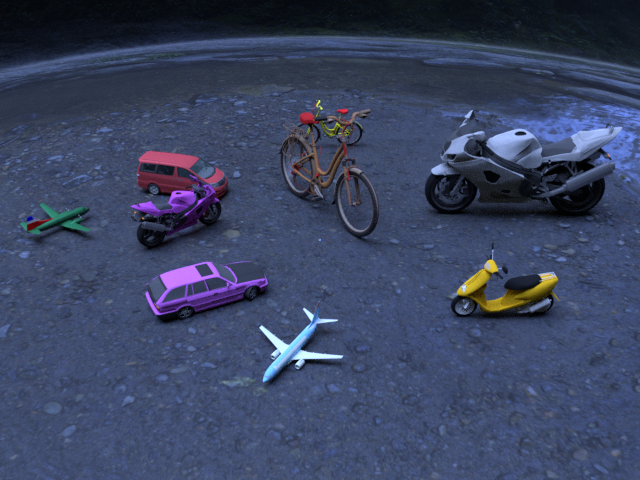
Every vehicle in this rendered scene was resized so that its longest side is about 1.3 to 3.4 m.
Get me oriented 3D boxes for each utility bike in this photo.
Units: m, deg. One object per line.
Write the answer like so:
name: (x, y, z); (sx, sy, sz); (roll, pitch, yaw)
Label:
utility bike: (0.186, -2.241, 13.657); (1.435, 0.946, 0.535); (-3, 31, -5)
utility bike: (0.149, -1.291, 11.178); (1.039, 1.839, 2.791); (-19, 36, -29)

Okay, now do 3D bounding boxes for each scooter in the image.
scooter: (2.391, 0.577, 8.930); (1.399, 0.919, 0.662); (-2, 31, -3)

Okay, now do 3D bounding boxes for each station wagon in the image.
station wagon: (-1.495, 0.585, 9.353); (1.597, 0.473, 0.682); (-15, 34, -23)

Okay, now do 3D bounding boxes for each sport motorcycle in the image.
sport motorcycle: (3.180, -1.144, 11.168); (2.955, 1.596, 0.983); (0, 31, 1)
sport motorcycle: (-2.164, -0.435, 10.732); (1.520, 0.821, 0.506); (-24, 38, -35)

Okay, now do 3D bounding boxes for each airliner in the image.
airliner: (-0.313, 1.214, 8.335); (1.161, 0.429, 1.307); (16, 34, 25)

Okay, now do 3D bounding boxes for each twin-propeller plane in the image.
twin-propeller plane: (-4.108, -0.356, 11.006); (1.370, 0.407, 1.095); (23, 38, 34)

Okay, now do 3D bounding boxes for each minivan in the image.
minivan: (-2.368, -1.125, 12.098); (1.548, 0.616, 0.681); (8, 32, 13)
